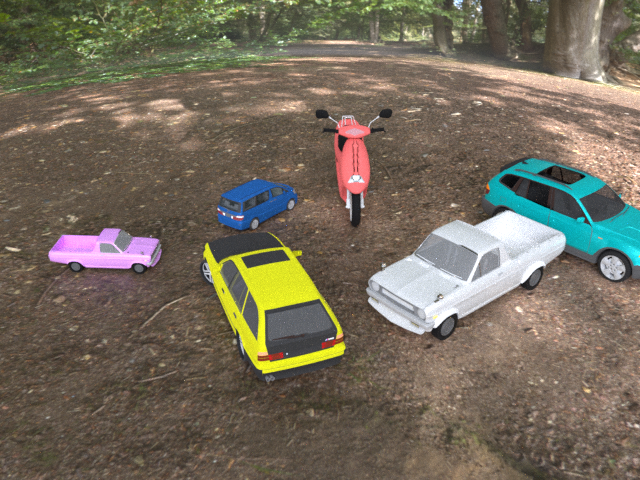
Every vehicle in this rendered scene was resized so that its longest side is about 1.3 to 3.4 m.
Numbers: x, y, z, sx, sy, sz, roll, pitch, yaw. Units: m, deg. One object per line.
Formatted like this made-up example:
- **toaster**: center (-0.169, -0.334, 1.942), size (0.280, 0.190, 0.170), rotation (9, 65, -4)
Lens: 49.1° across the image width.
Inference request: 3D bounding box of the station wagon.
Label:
- **station wagon**: center (-0.729, 0.600, 9.344), size (1.327, 0.920, 3.105), rotation (-10, 30, -18)

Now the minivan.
- **minivan**: center (-1.040, -0.689, 12.003), size (0.681, 0.616, 1.548), rotation (21, 35, 33)

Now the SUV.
- **SUV**: center (4.025, -0.426, 10.992), size (1.276, 1.128, 3.058), rotation (-23, 37, -36)

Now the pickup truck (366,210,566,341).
- **pickup truck**: center (2.116, 0.301, 9.811), size (3.117, 0.993, 1.244), rotation (-22, 36, -34)

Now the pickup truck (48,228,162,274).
- **pickup truck**: center (-3.248, 0.131, 10.620), size (1.603, 0.511, 0.640), rotation (1, 29, 3)

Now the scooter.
- **scooter**: center (0.557, -1.539, 12.334), size (1.288, 1.786, 2.721), rotation (-1, 29, -1)
